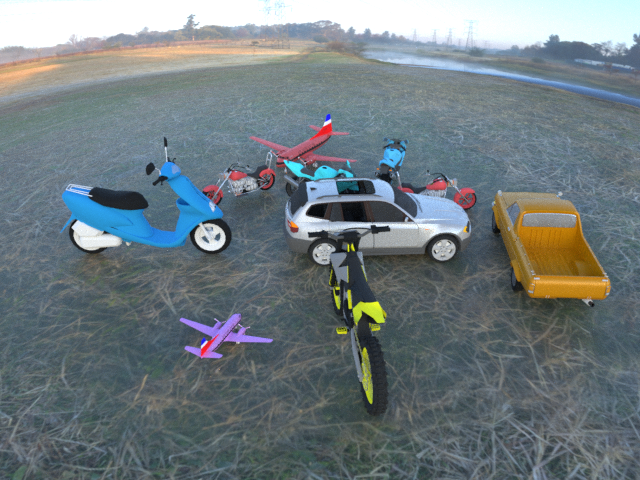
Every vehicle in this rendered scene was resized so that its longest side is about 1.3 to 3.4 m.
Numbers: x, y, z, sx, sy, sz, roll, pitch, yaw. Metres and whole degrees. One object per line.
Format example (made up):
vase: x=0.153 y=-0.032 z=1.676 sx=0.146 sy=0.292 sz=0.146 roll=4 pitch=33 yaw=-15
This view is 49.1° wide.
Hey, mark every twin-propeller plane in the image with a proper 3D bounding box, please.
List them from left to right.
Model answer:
twin-propeller plane: x=-1.288 y=1.203 z=9.163 sx=1.370 sy=0.407 sz=1.095 roll=10 pitch=30 yaw=19
twin-propeller plane: x=-0.298 y=-2.044 z=14.803 sx=2.663 sy=0.792 sz=2.129 roll=17 pitch=32 yaw=28

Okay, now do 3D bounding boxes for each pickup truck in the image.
pickup truck: x=3.494 y=-0.053 z=10.882 sx=1.244 sy=0.993 sz=3.117 roll=2 pitch=28 yaw=3

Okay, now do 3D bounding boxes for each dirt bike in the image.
dirt bike: x=0.416 y=0.744 z=8.686 sx=1.024 sy=1.666 sz=2.903 roll=-5 pitch=29 yaw=-8

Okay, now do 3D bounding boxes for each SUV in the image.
SUV: x=0.920 y=-0.373 z=11.337 sx=3.058 sy=1.128 sz=1.276 roll=-2 pitch=28 yaw=-3

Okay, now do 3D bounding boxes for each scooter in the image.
scooter: x=-2.781 y=-0.572 z=11.012 sx=2.721 sy=1.786 sz=1.288 roll=0 pitch=28 yaw=0

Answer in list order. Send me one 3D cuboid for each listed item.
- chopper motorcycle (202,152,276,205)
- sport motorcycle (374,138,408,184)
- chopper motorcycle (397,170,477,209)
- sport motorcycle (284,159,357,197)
chopper motorcycle: x=-1.520 y=-1.137 z=13.147 sx=1.563 sy=0.761 sz=0.466 roll=-19 pitch=33 yaw=-31
sport motorcycle: x=1.387 y=-1.460 z=13.686 sx=0.506 sy=0.821 sz=1.520 roll=8 pitch=29 yaw=15
chopper motorcycle: x=2.079 y=-0.899 z=12.704 sx=1.563 sy=0.761 sz=0.466 roll=-2 pitch=28 yaw=-4
sport motorcycle: x=0.052 y=-1.054 z=12.929 sx=1.520 sy=0.821 sz=0.506 roll=9 pitch=29 yaw=16
